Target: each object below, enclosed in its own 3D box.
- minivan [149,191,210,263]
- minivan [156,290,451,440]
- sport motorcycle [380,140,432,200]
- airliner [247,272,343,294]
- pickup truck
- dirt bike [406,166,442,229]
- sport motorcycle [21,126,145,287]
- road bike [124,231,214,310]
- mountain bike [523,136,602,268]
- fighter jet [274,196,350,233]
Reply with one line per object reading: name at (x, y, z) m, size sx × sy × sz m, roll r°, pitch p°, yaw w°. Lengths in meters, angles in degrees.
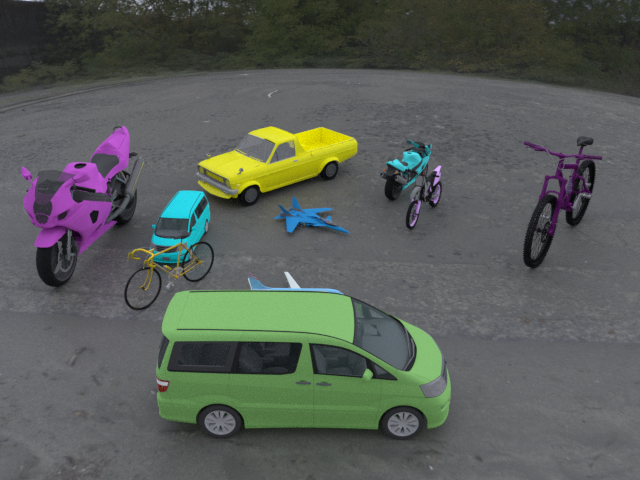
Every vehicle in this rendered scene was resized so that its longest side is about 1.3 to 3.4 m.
minivan at (-2.152, -0.214, 10.799) m, size 0.681 × 0.616 × 1.548 m, roll 3°, pitch 27°, yaw 6°
minivan at (-0.144, 1.226, 7.273) m, size 3.011 × 1.197 × 1.324 m, roll 0°, pitch 27°, yaw 1°
sport motorcycle at (1.592, -1.281, 12.700) m, size 0.506 × 0.821 × 1.520 m, roll 17°, pitch 31°, yaw 31°
airliner at (-0.331, 0.627, 9.326) m, size 1.307 × 0.429 × 1.161 m, roll 0°, pitch 27°, yaw 0°
pickup truck at (-0.749, -1.558, 13.062) m, size 3.117 × 0.993 × 1.244 m, roll -21°, pitch 34°, yaw -36°
dirt bike at (1.758, -0.773, 11.646) m, size 0.527 × 0.857 × 1.493 m, roll 14°, pitch 30°, yaw 26°
sport motorcycle at (-3.448, -0.575, 10.423) m, size 0.983 × 1.596 × 2.955 m, roll 4°, pitch 27°, yaw 9°
road bike at (-2.003, 0.356, 9.396) m, size 0.358 × 0.852 × 1.545 m, roll 20°, pitch 33°, yaw 34°
mountain bike at (3.708, -0.713, 10.597) m, size 1.114 × 1.688 × 2.857 m, roll 18°, pitch 32°, yaw 32°
fighter jet at (-0.062, -0.368, 11.473) m, size 1.358 × 0.286 × 1.147 m, roll 19°, pitch 32°, yaw 33°
